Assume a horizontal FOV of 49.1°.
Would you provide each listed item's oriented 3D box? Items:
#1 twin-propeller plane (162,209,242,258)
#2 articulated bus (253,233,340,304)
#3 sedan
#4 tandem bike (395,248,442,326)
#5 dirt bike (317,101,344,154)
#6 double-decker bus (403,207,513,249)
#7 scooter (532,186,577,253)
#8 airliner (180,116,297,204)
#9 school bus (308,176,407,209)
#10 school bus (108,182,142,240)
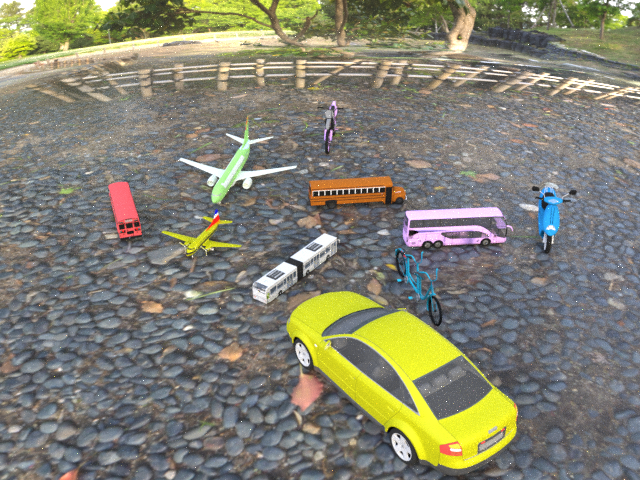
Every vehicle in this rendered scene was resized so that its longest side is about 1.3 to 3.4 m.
[{"bbox_3d":[-1.809,-0.091,10.892,1.370,0.407,1.095,10,32,17],"label":"twin-propeller plane"},{"bbox_3d":[-0.324,0.388,10.184,0.311,0.289,1.749,19,35,30],"label":"articulated bus"},{"bbox_3d":[0.783,1.346,7.882,1.235,0.940,3.137,-20,36,-30],"label":"sedan"},{"bbox_3d":[1.340,0.507,9.586,0.283,0.682,1.642,-8,31,-13],"label":"tandem bike"},{"bbox_3d":[0.229,-2.375,14.384,0.527,0.857,1.493,4,30,6],"label":"dirt bike"},{"bbox_3d":[2.139,-0.197,10.941,1.672,0.541,0.389,-3,30,-4],"label":"double-decker bus"},{"bbox_3d":[3.614,-0.471,11.037,0.662,0.919,1.399,7,31,11],"label":"scooter"},{"bbox_3d":[-1.599,-1.473,12.849,2.257,0.835,2.541,5,30,8],"label":"airliner"},{"bbox_3d":[0.659,-0.836,12.151,1.708,0.434,0.365,-4,30,-7],"label":"school bus"},{"bbox_3d":[-3.261,-0.534,11.630,0.365,0.434,1.708,-11,32,-18],"label":"school bus"}]
